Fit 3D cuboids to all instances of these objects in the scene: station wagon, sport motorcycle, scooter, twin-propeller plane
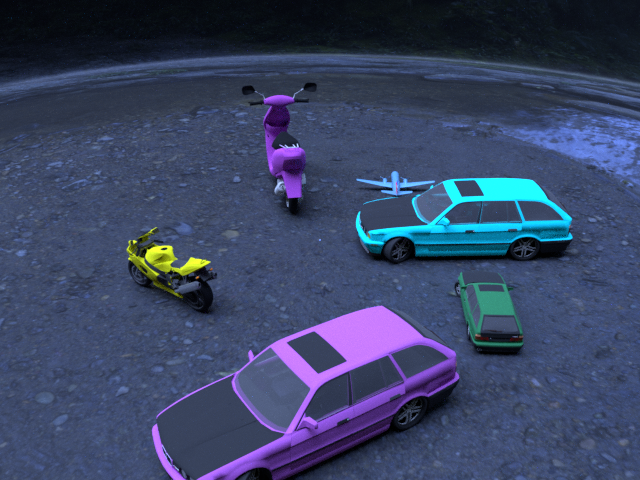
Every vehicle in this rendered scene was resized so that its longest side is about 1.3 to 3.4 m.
[{"bbox_3d":[2.090,-0.360,10.385,3.105,0.920,1.327,-1,28,-2],"label":"station wagon"},{"bbox_3d":[-1.968,0.391,9.077,1.520,0.821,0.506,18,33,30],"label":"sport motorcycle"},{"bbox_3d":[2.101,0.776,8.721,0.682,0.473,1.597,1,28,2],"label":"station wagon"},{"bbox_3d":[-0.096,1.483,6.910,3.105,0.920,1.327,-17,32,-29],"label":"station wagon"},{"bbox_3d":[-0.634,-1.710,12.008,1.288,1.786,2.721,-5,28,-9],"label":"scooter"},{"bbox_3d":[1.321,-1.025,12.188,1.370,0.407,1.095,2,28,3],"label":"twin-propeller plane"}]
